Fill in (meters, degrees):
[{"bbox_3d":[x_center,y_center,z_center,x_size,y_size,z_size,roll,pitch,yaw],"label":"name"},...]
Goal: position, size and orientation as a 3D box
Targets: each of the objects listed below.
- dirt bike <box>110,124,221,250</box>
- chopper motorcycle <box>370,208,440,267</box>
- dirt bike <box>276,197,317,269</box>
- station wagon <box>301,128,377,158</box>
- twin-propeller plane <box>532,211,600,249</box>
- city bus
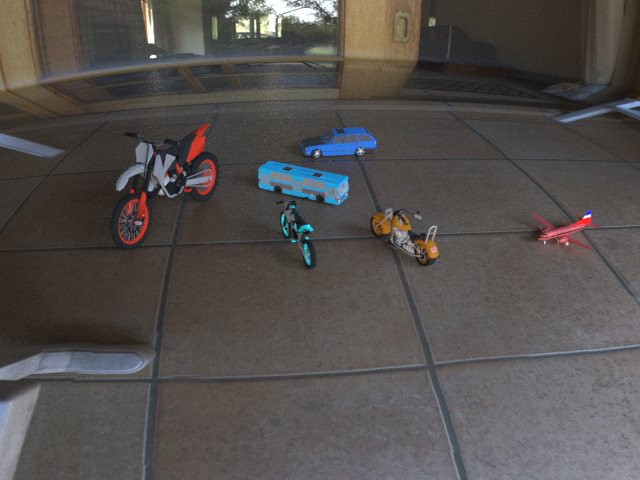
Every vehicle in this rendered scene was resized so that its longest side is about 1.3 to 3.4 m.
[{"bbox_3d":[-2.516,-1.039,11.627,1.024,1.666,2.903,13,31,22],"label":"dirt bike"},{"bbox_3d":[1.298,-0.157,10.952,0.466,0.761,1.563,-17,33,-28],"label":"chopper motorcycle"},{"bbox_3d":[-0.366,-0.184,10.900,0.527,0.857,1.493,-11,30,-19],"label":"dirt bike"},{"bbox_3d":[0.389,-2.076,14.784,1.597,0.473,0.682,-4,29,-8],"label":"station wagon"},{"bbox_3d":[3.998,-0.202,11.405,1.095,0.407,1.370,-13,31,-22],"label":"twin-propeller plane"},{"bbox_3d":[-0.314,-1.041,12.893,1.674,0.460,0.476,14,31,24],"label":"city bus"}]
